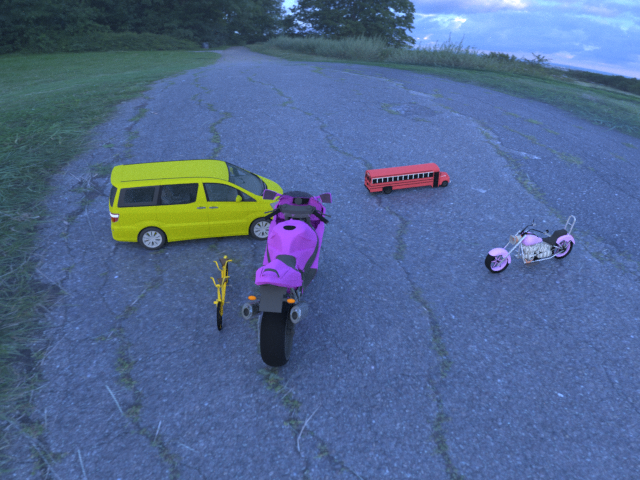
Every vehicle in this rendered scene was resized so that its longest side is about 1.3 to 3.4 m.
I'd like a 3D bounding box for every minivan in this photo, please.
[{"bbox_3d":[-2.020,-0.689,11.888,3.011,1.197,1.324,-5,29,-9],"label":"minivan"}]

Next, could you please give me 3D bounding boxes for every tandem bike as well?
[{"bbox_3d":[-1.397,0.622,10.028,0.283,0.682,1.642,-1,29,-2],"label":"tandem bike"}]

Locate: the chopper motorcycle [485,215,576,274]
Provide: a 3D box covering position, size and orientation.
[{"bbox_3d":[3.314,0.065,10.963,1.563,0.761,0.466,-10,30,-17],"label":"chopper motorcycle"}]

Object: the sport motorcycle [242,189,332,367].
[{"bbox_3d":[-0.412,0.381,9.515,0.983,1.596,2.955,3,29,6],"label":"sport motorcycle"}]

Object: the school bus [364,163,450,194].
[{"bbox_3d":[1.725,-1.208,13.633,1.708,0.434,0.365,-8,30,-14],"label":"school bus"}]
